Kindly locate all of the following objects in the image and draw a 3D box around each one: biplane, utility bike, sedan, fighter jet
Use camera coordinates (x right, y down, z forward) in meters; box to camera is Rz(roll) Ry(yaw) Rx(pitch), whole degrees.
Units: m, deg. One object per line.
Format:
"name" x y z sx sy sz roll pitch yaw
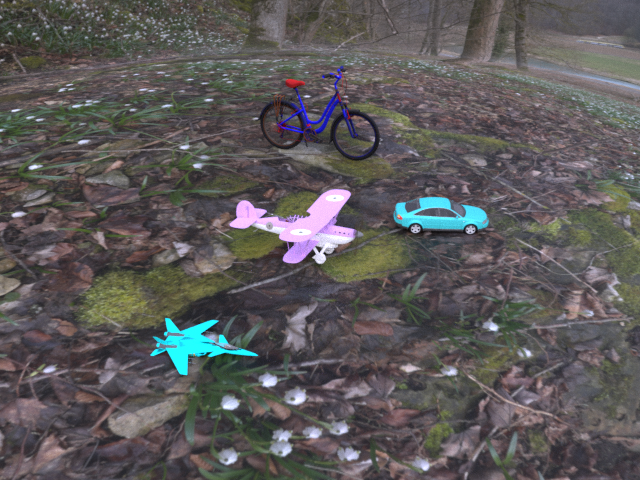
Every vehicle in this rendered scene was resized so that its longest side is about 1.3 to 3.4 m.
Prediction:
"biplane" -0.329 -0.222 11.076 2.120 0.981 2.598 9 31 15
"utility bike" -0.043 -2.685 14.500 2.791 1.839 1.039 11 32 19
"sedan" 2.072 -0.445 11.964 1.613 0.483 0.635 1 30 2
"fighter jet" -1.458 1.332 9.072 1.358 0.286 1.147 6 31 11
